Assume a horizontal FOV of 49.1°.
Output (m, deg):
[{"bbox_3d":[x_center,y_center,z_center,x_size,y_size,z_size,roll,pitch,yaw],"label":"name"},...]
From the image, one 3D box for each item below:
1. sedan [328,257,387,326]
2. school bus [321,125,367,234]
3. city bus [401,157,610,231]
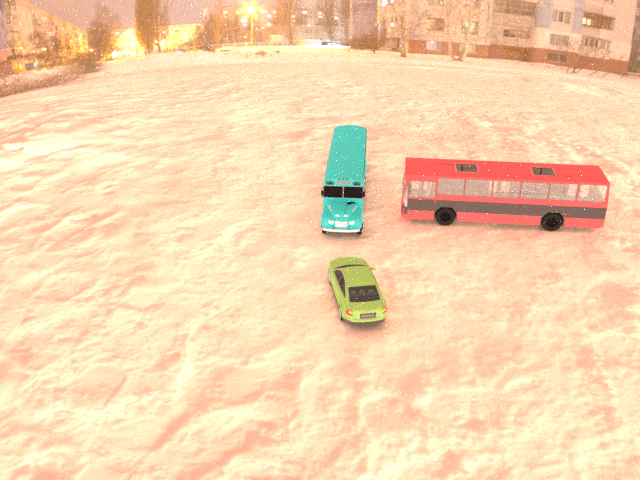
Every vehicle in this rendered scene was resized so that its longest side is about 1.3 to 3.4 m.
[{"bbox_3d":[0.487,0.601,9.495,0.635,0.483,1.613,-4,28,-8],"label":"sedan"},{"bbox_3d":[0.466,-1.124,12.408,0.709,0.844,3.322,2,28,4],"label":"school bus"},{"bbox_3d":[3.002,-0.757,11.651,3.255,0.894,0.926,3,28,6],"label":"city bus"}]
